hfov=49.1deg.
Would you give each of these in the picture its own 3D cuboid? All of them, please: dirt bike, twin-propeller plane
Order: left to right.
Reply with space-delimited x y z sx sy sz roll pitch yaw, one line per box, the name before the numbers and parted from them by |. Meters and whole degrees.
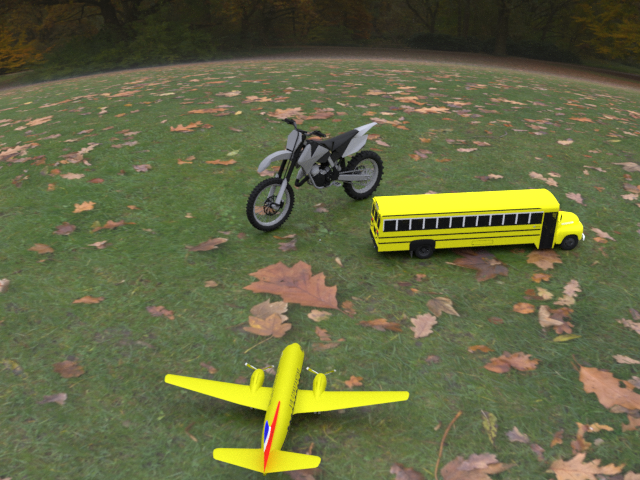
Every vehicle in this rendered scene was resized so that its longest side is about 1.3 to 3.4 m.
twin-propeller plane | -0.399 1.618 7.363 2.663 0.792 2.129 3 28 6
dirt bike | -0.007 -1.183 11.662 2.903 1.666 1.024 -21 34 -33

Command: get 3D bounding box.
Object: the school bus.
school bus | 2.467 -0.281 10.849 3.322 0.844 0.709 -3 28 -6
